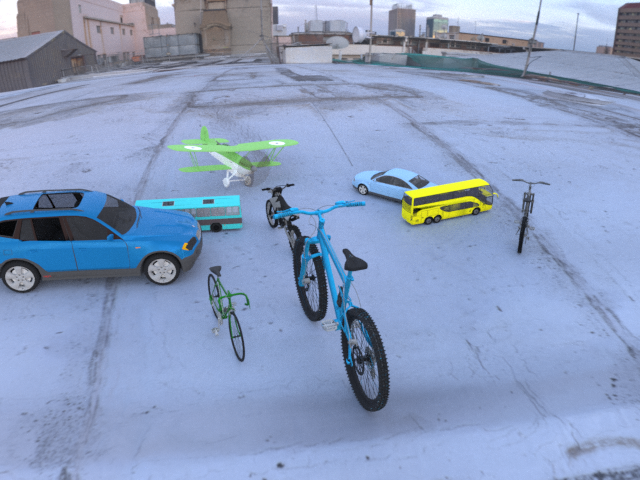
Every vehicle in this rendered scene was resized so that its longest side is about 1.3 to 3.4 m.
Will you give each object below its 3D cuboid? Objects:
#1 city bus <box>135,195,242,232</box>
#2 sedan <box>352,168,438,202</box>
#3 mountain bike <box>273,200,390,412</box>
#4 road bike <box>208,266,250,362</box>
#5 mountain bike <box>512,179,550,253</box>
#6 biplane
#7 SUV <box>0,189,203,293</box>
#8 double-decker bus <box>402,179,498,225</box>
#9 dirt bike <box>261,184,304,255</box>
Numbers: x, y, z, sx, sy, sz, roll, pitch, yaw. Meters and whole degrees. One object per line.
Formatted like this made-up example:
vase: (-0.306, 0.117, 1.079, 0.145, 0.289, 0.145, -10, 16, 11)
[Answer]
city bus: (-2.094, -0.389, 11.205, 1.674, 0.460, 0.476, -3, 27, -7)
sedan: (1.313, -0.998, 12.369, 1.613, 0.483, 0.635, 18, 32, 32)
mountain bike: (0.168, 0.598, 7.932, 1.114, 1.688, 2.857, -9, 29, -17)
road bike: (-1.153, 0.807, 8.442, 0.358, 0.852, 1.545, -11, 29, -20)
mountain bike: (3.180, -0.411, 10.800, 0.573, 0.868, 1.469, 9, 28, 17)
biplane: (-1.692, -1.586, 12.970, 2.598, 0.981, 2.120, -18, 32, -31)
SUV: (-3.215, -0.081, 9.871, 3.058, 1.128, 1.276, -3, 27, -6)
double-decker bus: (2.153, -0.644, 11.613, 1.672, 0.541, 0.389, -11, 29, -21)
dirt bike: (-0.573, -0.377, 10.746, 0.527, 0.857, 1.493, -11, 29, -21)
